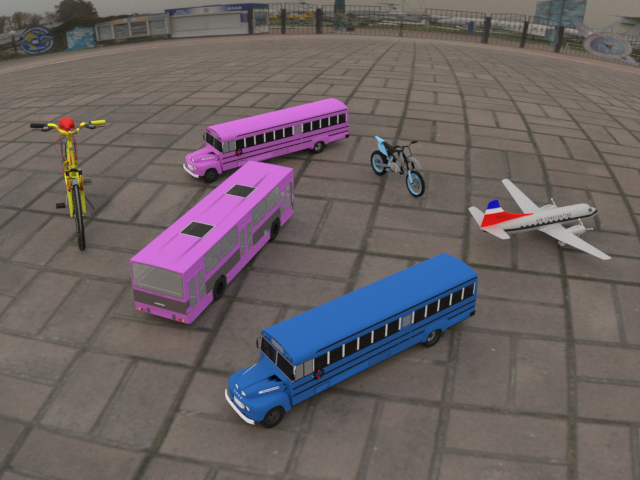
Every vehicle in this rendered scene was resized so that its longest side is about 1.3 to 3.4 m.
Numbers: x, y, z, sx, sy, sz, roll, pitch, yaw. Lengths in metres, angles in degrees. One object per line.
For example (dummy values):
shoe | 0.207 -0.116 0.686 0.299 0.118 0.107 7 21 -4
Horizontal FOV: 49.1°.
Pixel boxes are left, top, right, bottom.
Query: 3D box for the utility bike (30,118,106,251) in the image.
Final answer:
utility bike | -3.789 -1.132 10.914 1.039 1.839 2.791 -11 33 -18

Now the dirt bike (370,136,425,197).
dirt bike | 1.355 -1.343 12.216 0.527 0.857 1.493 -18 36 -28

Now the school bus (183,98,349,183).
school bus | -0.978 -1.912 13.173 3.322 0.844 0.709 -19 36 -29

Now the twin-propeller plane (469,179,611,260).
twin-propeller plane | 3.388 -0.397 10.710 2.129 0.792 2.663 -10 33 -16

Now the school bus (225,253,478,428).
school bus | 0.438 1.095 8.183 3.322 0.844 0.709 -20 37 -30

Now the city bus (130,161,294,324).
city bus | -1.391 -0.056 10.044 0.926 0.894 3.255 12 33 19
